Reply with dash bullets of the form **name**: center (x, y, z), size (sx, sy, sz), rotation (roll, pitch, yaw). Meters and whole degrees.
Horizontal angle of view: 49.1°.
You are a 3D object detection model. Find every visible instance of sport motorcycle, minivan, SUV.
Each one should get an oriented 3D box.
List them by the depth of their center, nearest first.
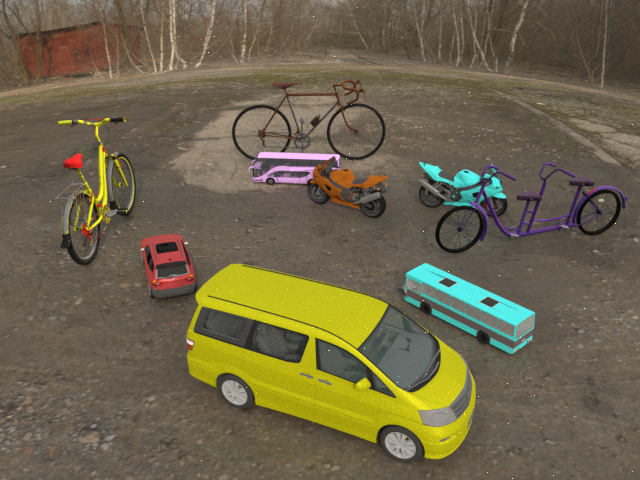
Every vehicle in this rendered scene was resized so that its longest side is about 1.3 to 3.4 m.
- **minivan**: center (0.108, 1.178, 7.249), size (3.011, 1.197, 1.324), rotation (12, 29, 22)
- **SUV**: center (-2.122, 0.265, 9.710), size (0.656, 0.580, 1.572), rotation (-9, 28, -16)
- **sport motorcycle**: center (2.366, -0.851, 11.627), size (1.520, 0.821, 0.506), rotation (11, 29, 20)
- **sport motorcycle**: center (0.448, -0.869, 11.661), size (1.520, 0.821, 0.506), rotation (16, 31, 28)

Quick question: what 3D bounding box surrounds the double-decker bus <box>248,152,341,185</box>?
- **double-decker bus**: center (-0.456, -1.303, 12.817), size (1.672, 0.541, 0.389), rotation (2, 27, 5)

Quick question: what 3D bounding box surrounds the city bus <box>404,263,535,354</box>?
- **city bus**: center (1.817, 0.841, 8.717), size (0.476, 0.460, 1.674), rotation (-23, 35, -37)

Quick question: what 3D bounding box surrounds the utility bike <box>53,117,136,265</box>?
- **utility bike**: center (-3.439, -0.867, 10.540), size (1.039, 1.839, 2.791), rotation (2, 27, 5)

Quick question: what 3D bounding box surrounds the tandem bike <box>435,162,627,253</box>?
- **tandem bike**: center (3.223, -0.533, 10.451), size (3.192, 1.326, 0.550), rotation (-7, 28, -14)

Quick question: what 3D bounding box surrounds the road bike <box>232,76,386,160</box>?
- **road bike**: center (-0.212, -2.314, 13.568), size (3.004, 1.656, 0.697), rotation (-1, 27, -2)
